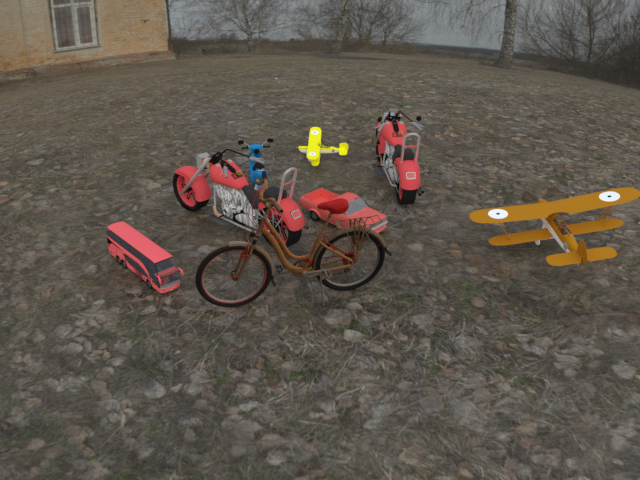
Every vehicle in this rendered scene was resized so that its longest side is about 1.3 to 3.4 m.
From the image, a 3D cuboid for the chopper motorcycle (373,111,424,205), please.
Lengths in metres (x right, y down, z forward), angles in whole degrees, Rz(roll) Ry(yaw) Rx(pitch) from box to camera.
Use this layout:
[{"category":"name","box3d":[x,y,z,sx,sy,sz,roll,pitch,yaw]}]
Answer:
[{"category":"chopper motorcycle","box3d":[1.425,-1.779,13.204,0.906,1.480,3.040,-2,29,-5]}]

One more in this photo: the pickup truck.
[{"category":"pickup truck","box3d":[0.383,-0.523,11.900,1.603,0.511,0.640,25,37,38]}]

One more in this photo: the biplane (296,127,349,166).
[{"category":"biplane","box3d":[0.040,-1.857,14.374,1.090,0.504,1.336,1,28,3]}]

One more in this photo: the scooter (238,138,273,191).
[{"category":"scooter","box3d":[-1.163,-1.387,13.069,0.662,0.919,1.399,-5,29,-10]}]

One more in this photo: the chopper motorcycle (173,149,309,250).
[{"category":"chopper motorcycle","box3d":[-1.427,-0.851,11.489,3.040,1.480,0.906,24,36,36]}]

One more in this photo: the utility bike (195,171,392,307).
[{"category":"utility bike","box3d":[-0.291,0.080,9.389,2.791,1.839,1.039,-7,29,-14]}]

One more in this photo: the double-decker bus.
[{"category":"double-decker bus","box3d":[-2.639,0.258,10.425,0.389,0.541,1.672,-23,36,-36]}]

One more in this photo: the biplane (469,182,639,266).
[{"category":"biplane","box3d":[3.640,-0.147,10.712,2.598,0.981,2.120,-1,28,-2]}]
